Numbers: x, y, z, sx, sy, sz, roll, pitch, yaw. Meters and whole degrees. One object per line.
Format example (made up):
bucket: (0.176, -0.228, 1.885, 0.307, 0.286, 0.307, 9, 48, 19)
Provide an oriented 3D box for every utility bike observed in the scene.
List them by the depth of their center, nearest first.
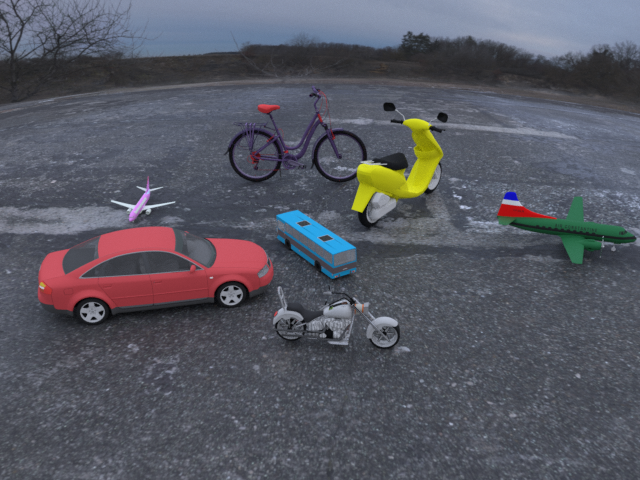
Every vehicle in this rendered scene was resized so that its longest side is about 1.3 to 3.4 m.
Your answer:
utility bike: (-0.481, -2.030, 13.498, 2.791, 1.839, 1.039, 1, 26, 2)

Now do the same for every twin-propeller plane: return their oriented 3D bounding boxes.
twin-propeller plane: (3.892, -0.287, 11.073, 2.129, 0.792, 2.663, 8, 27, 17)

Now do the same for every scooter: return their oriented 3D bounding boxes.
scooter: (1.440, -1.358, 12.157, 1.288, 1.786, 2.721, 19, 31, 34)

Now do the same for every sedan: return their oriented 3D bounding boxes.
sedan: (-2.205, 0.356, 9.560, 3.137, 0.940, 1.235, -6, 26, -12)

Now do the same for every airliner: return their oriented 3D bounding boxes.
airliner: (-3.181, -0.713, 12.382, 1.161, 0.429, 1.307, 1, 26, 3)

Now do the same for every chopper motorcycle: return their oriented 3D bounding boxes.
chopper motorcycle: (0.199, 0.945, 8.537, 1.563, 0.761, 0.466, 3, 26, 5)

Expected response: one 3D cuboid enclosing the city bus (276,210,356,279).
city bus: (-0.087, 0.063, 10.726, 0.476, 0.460, 1.674, -15, 30, -29)
